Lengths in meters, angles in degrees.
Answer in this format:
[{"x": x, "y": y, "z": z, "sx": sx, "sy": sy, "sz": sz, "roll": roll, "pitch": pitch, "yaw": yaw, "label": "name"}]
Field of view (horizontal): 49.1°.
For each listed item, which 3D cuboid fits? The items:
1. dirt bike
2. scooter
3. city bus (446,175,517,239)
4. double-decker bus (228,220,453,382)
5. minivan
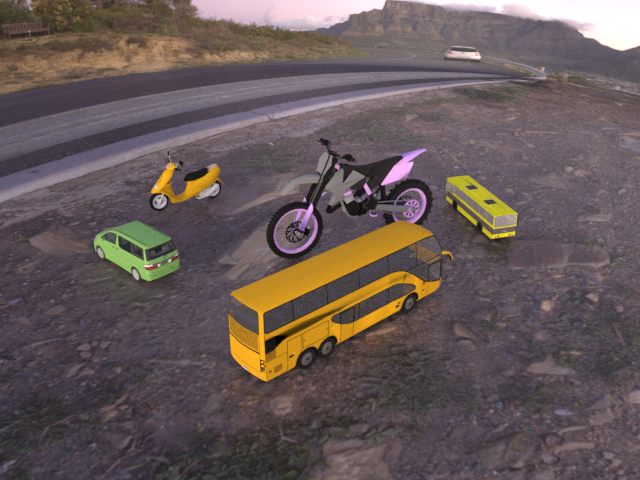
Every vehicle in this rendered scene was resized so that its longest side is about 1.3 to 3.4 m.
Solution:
[{"x": 0.524, "y": -0.666, "z": 10.601, "sx": 2.903, "sy": 1.666, "sz": 1.024, "roll": -13, "pitch": 30, "yaw": -24, "label": "dirt bike"}, {"x": -2.329, "y": -1.056, "z": 12.174, "sx": 1.399, "sy": 0.919, "sz": 0.662, "roll": -16, "pitch": 31, "yaw": -29, "label": "scooter"}, {"x": 2.658, "y": -0.552, "z": 11.696, "sx": 0.476, "sy": 0.460, "sz": 1.674, "roll": -8, "pitch": 28, "yaw": -15, "label": "city bus"}, {"x": 0.340, "y": 0.640, "z": 8.740, "sx": 3.251, "sy": 1.052, "sz": 0.756, "roll": -22, "pitch": 35, "yaw": -36, "label": "double-decker bus"}, {"x": -2.734, "y": 0.081, "z": 10.300, "sx": 1.548, "sy": 0.616, "sz": 0.681, "roll": 24, "pitch": 35, "yaw": 38, "label": "minivan"}]
